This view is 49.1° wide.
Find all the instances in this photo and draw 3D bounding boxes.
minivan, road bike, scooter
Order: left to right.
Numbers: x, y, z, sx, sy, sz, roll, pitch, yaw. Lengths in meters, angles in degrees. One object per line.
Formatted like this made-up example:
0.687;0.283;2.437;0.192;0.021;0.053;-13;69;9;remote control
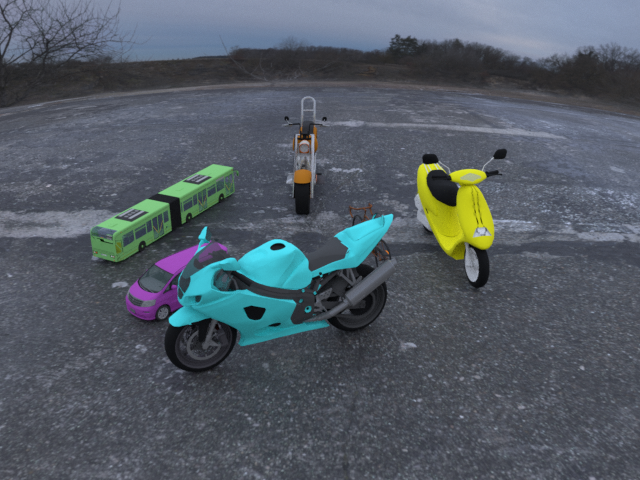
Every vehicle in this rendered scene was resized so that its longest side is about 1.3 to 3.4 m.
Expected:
-1.921;0.541;9.611;0.681;0.616;1.548;22;33;38;minivan
0.770;-0.025;10.535;0.358;0.852;1.545;-8;26;-17;road bike
2.015;-0.587;10.631;1.288;1.786;2.721;-5;26;-11;scooter

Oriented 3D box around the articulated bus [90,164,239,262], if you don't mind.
-2.541;-0.543;11.975;0.605;0.561;3.401;12;28;23;articulated bus

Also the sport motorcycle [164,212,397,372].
-0.429;0.598;8.338;2.955;1.596;0.983;-12;28;-24;sport motorcycle

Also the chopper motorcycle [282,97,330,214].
-0.277;-1.659;13.267;0.906;1.480;3.040;1;25;1;chopper motorcycle
